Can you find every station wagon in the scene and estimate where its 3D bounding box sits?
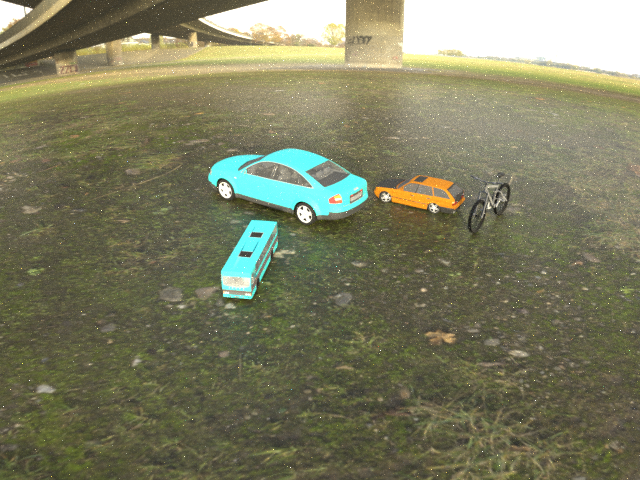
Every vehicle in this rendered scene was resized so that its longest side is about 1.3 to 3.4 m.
[{"bbox_3d":[1.755,-0.879,12.478,1.597,0.473,0.682,15,30,27],"label":"station wagon"}]

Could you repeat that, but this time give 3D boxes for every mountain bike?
[{"bbox_3d":[2.841,-0.684,11.643,0.573,0.868,1.469,19,32,34],"label":"mountain bike"}]

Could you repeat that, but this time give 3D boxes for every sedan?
[{"bbox_3d":[-0.635,-1.104,12.408,3.137,0.940,1.235,18,31,31],"label":"sedan"}]

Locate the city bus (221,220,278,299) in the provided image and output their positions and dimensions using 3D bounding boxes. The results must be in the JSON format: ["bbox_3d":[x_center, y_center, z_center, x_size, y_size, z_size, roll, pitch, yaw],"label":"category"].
[{"bbox_3d":[-0.994,0.270,10.185,0.476,0.460,1.674,4,27,8],"label":"city bus"}]
